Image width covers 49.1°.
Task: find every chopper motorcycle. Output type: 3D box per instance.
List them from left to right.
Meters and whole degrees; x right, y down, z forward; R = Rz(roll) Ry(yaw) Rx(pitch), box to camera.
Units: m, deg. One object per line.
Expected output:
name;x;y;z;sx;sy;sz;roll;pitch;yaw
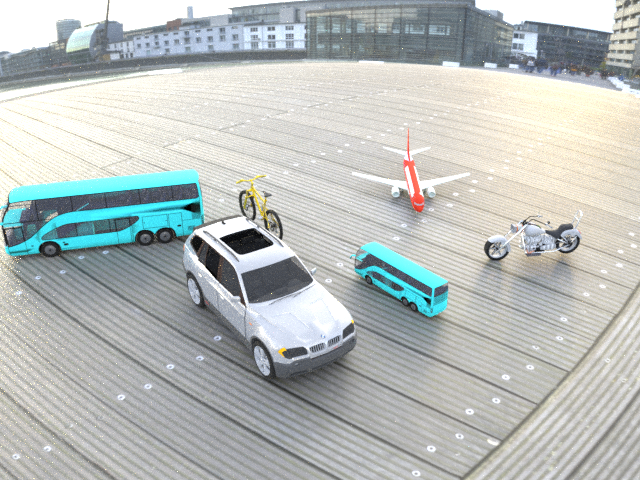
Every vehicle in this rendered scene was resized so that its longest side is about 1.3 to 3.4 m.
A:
chopper motorcycle;3.363;-0.077;10.980;1.563;0.761;0.466;-4;29;-7

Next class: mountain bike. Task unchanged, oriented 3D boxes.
mountain bike;-1.010;-0.545;11.733;0.573;0.868;1.469;-17;33;-28

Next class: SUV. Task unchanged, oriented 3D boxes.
SUV;-0.770;0.624;9.298;1.276;1.128;3.058;-18;33;-30

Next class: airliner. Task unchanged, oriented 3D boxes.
airliner;1.754;-1.310;13.183;2.257;0.835;2.541;0;28;1

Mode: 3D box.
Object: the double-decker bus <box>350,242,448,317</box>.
double-decker bus;1.123;0.530;10.089;0.389;0.541;1.672;-21;35;-34

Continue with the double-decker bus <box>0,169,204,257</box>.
double-decker bus;-3.531;-0.436;11.340;3.251;1.052;0.756;-7;29;-13
